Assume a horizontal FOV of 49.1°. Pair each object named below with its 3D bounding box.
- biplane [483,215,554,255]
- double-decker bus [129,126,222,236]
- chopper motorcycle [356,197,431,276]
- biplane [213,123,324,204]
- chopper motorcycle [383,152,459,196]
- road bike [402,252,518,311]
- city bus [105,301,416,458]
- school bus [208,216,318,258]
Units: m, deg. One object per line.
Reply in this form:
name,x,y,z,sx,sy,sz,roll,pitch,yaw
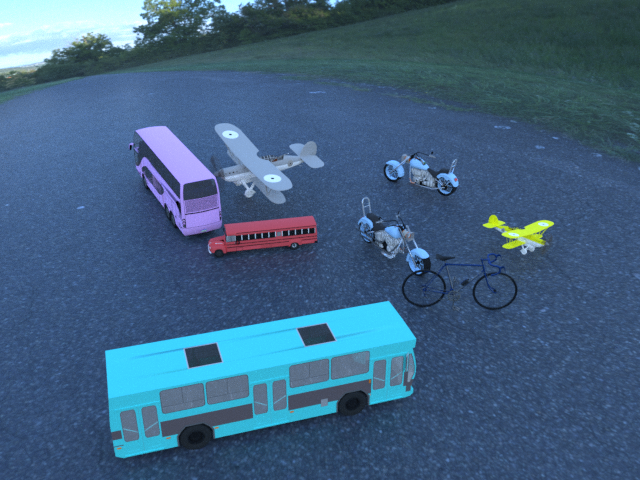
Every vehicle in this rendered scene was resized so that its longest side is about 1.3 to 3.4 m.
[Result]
biplane,3.118,-0.102,11.007,1.336,0.504,1.090,-24,37,-38
double-decker bus,-2.603,-1.144,12.374,0.756,1.052,3.251,-14,31,-24
chopper motorcycle,1.114,-0.062,10.660,0.466,0.761,1.563,-19,33,-31
biplane,-0.962,-1.360,12.852,2.120,0.981,2.598,-16,32,-27
chopper motorcycle,1.864,-1.302,12.978,1.563,0.761,0.466,21,35,34
road bike,1.883,0.562,9.399,1.545,0.852,0.358,2,28,4
city bus,-0.610,1.497,7.607,3.255,0.894,0.926,-8,29,-15
school bus,-0.906,-0.063,11.009,1.708,0.434,0.365,-6,29,-11
